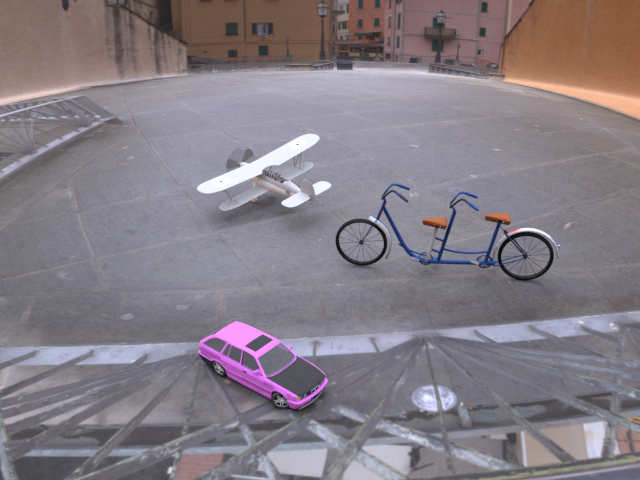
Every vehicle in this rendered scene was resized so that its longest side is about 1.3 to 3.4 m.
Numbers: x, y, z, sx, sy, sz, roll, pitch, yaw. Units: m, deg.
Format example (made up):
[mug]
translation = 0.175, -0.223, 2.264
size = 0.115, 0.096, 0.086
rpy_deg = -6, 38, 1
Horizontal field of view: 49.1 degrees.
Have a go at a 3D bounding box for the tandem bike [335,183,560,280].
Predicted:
[tandem bike]
translation = 1.797, -0.104, 9.995
size = 3.192, 1.326, 0.550
rpy_deg = 5, 27, 9

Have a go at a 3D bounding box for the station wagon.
[station wagon]
translation = -0.660, 1.378, 7.996
size = 1.597, 0.473, 0.682
rpy_deg = 20, 33, 34

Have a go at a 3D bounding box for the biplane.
[biplane]
translation = -0.818, -1.011, 12.182
size = 2.598, 0.981, 2.120
rpy_deg = -22, 34, -37
